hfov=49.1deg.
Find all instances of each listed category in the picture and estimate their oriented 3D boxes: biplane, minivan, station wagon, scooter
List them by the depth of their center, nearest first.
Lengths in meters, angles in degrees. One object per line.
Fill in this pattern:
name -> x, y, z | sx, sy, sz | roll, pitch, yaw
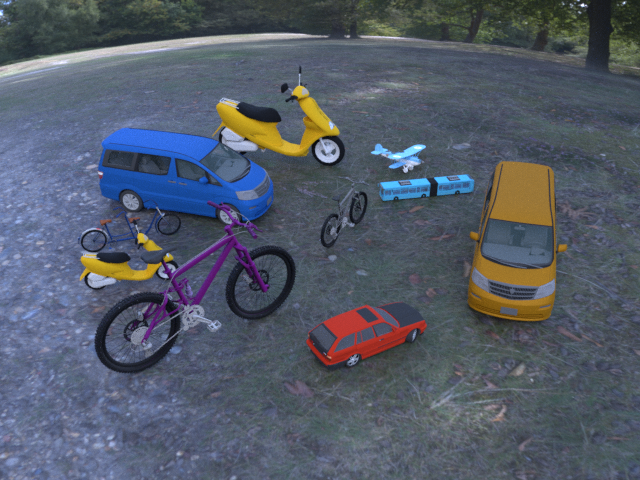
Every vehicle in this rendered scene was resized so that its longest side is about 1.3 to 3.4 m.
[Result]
station wagon -> 0.631, 1.143, 9.045 | 1.597, 0.473, 0.682 | -17, 35, -26
scooter -> -2.773, 0.260, 10.092 | 1.399, 0.919, 0.662 | -8, 32, -13
minivan -> 2.915, -0.063, 10.363 | 1.324, 1.197, 3.011 | 8, 32, 14
minivan -> -2.314, -1.149, 12.189 | 3.011, 1.197, 1.324 | 8, 32, 14
biplane -> 1.553, -1.629, 13.674 | 1.090, 0.504, 1.336 | 19, 36, 28
scooter -> -0.833, -2.377, 13.676 | 2.721, 1.786, 1.288 | 7, 31, 12

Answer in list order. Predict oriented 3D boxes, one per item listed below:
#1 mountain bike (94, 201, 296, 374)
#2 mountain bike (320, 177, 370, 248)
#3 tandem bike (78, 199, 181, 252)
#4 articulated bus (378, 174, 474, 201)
mountain bike -> -1.483, 0.596, 8.775 | 2.857, 1.688, 1.114 | -21, 37, -31
mountain bike -> 0.414, -0.481, 11.388 | 0.573, 0.868, 1.469 | 17, 35, 27
tandem bike -> -3.029, -0.236, 11.159 | 1.642, 0.682, 0.283 | -14, 33, -22
articulated bus -> 1.936, -0.956, 12.753 | 1.749, 0.289, 0.311 | -6, 31, -10
